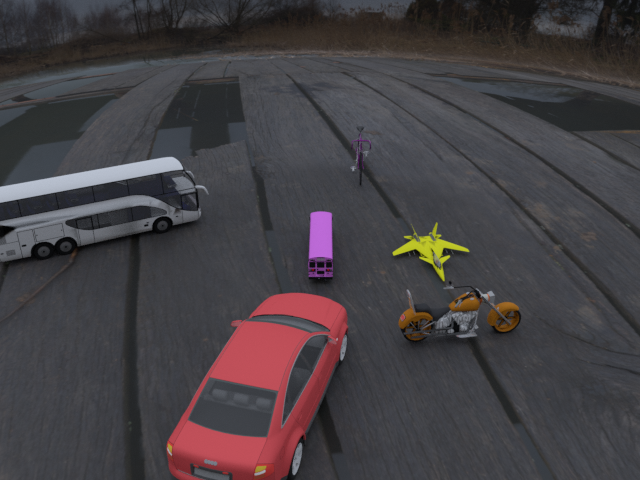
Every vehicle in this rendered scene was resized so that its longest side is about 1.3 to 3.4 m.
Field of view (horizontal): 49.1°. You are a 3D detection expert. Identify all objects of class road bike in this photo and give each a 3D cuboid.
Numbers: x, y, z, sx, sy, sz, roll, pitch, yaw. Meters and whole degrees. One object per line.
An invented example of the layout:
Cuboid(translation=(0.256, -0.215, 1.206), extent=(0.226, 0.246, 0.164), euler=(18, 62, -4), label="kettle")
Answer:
Cuboid(translation=(0.744, -1.628, 12.981), extent=(0.358, 0.852, 1.545), euler=(1, 29, 1), label="road bike")

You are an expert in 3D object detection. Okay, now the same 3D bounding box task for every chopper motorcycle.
Cuboid(translation=(1.724, 0.865, 8.528), extent=(1.563, 0.761, 0.466), euler=(-6, 29, -10), label="chopper motorcycle")

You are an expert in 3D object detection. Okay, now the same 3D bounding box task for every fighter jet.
Cuboid(translation=(1.661, 0.170, 10.290), extent=(1.147, 0.286, 1.358), euler=(-3, 29, -5), label="fighter jet")

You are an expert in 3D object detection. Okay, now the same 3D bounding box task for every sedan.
Cuboid(translation=(-0.522, 1.369, 7.423), extent=(1.235, 0.940, 3.137), euler=(8, 30, 14), label="sedan")

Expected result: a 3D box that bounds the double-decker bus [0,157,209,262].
Cuboid(translation=(-3.376, -0.517, 10.747), extent=(3.251, 1.052, 0.756), euler=(-14, 32, -24), label="double-decker bus")

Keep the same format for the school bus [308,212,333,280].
Cuboid(translation=(0.015, 0.023, 10.404), extent=(0.365, 0.434, 1.708), euler=(0, 29, 0), label="school bus")
